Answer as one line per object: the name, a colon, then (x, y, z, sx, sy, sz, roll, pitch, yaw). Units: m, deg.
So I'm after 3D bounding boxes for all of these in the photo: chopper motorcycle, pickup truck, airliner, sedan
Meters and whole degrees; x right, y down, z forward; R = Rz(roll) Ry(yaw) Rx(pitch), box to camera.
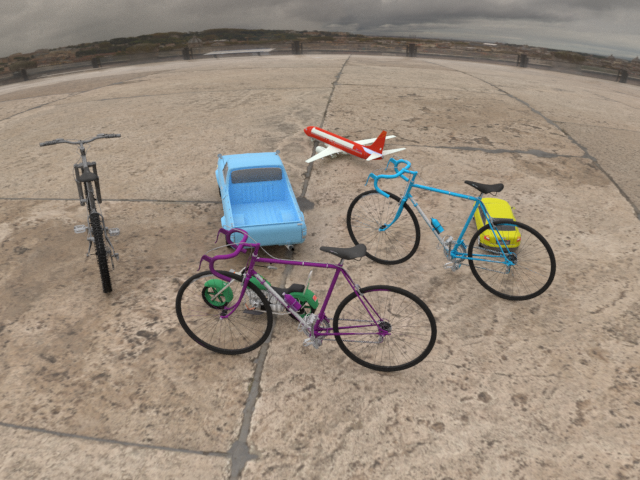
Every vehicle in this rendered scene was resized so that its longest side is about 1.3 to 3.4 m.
chopper motorcycle: (-0.776, 0.623, 8.888, 1.563, 0.761, 0.466, 8, 29, 14)
pickup truck: (-1.009, -0.768, 11.212, 1.244, 0.993, 3.117, -5, 29, -9)
airliner: (0.455, -2.054, 13.753, 2.257, 0.835, 2.541, -21, 35, -33)
sedan: (2.751, -0.330, 10.939, 0.635, 0.483, 1.613, 2, 29, 5)

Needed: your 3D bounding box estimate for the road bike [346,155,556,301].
road bike: (1.682, -0.164, 9.402, 3.004, 1.656, 0.697, 16, 32, 26)

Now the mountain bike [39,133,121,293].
mountain bike: (-3.236, -0.486, 9.962, 1.114, 1.688, 2.857, -10, 30, -18)

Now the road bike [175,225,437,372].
road bike: (-0.197, 0.704, 7.798, 3.004, 1.656, 0.697, 5, 29, 9)
